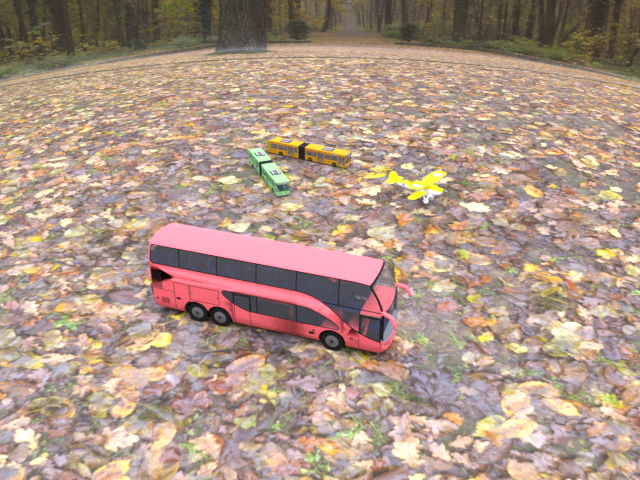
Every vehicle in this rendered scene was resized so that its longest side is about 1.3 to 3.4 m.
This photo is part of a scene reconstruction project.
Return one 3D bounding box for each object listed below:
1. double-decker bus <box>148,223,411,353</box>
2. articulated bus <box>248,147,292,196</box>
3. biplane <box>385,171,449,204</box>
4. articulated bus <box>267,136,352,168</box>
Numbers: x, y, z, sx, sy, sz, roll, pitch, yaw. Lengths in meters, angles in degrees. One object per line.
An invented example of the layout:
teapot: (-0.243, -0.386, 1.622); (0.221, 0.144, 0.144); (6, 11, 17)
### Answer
double-decker bus: (-0.550, 0.581, 8.637); (3.251, 1.052, 0.756); (10, 31, 17)
articulated bus: (-0.940, -1.261, 12.733); (0.311, 0.289, 1.749); (-11, 31, -19)
biplane: (1.666, -0.927, 11.911); (1.090, 0.504, 1.336); (16, 33, 27)
articulated bus: (-0.210, -1.702, 13.526); (1.749, 0.289, 0.311); (14, 32, 24)
